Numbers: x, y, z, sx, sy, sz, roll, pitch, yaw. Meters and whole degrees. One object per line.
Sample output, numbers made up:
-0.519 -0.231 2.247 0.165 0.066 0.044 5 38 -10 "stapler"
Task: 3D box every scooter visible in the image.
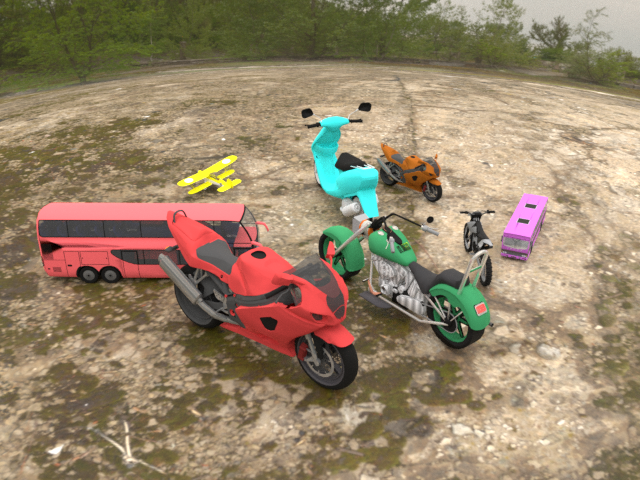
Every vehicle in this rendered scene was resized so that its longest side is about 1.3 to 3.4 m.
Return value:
0.390 -1.367 12.114 1.288 1.786 2.721 -9 29 -17 "scooter"

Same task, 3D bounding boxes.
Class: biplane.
-1.974 -1.117 13.029 1.090 0.504 1.336 24 36 39 "biplane"

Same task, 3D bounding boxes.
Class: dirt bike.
2.346 0.023 10.426 0.527 0.857 1.493 -1 27 -2 "dirt bike"

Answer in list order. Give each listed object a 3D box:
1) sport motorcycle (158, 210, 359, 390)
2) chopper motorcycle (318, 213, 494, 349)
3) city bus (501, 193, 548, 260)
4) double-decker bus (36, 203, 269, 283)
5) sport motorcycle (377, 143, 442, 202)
-0.755 0.674 8.351 2.955 1.596 0.983 20 33 34 "sport motorcycle"
1.002 0.289 9.228 0.906 1.480 3.040 -20 33 -33 "chopper motorcycle"
3.321 -0.219 11.331 0.476 0.460 1.674 12 30 22 "city bus"
-2.396 0.022 10.216 3.251 1.052 0.756 0 27 0 "double-decker bus"
1.672 -1.258 12.956 0.506 0.821 1.520 -22 35 -36 "sport motorcycle"
